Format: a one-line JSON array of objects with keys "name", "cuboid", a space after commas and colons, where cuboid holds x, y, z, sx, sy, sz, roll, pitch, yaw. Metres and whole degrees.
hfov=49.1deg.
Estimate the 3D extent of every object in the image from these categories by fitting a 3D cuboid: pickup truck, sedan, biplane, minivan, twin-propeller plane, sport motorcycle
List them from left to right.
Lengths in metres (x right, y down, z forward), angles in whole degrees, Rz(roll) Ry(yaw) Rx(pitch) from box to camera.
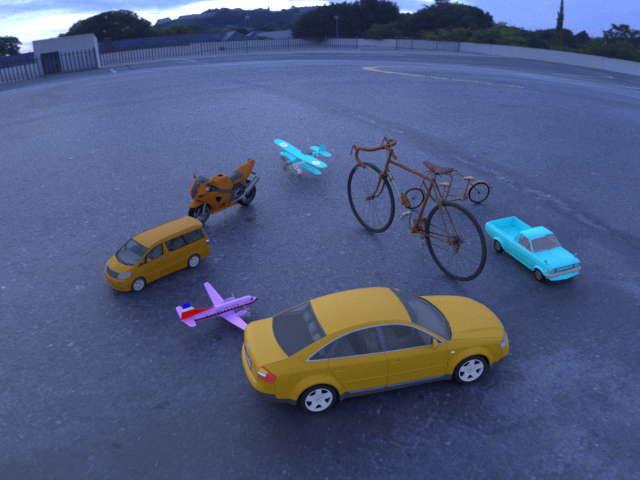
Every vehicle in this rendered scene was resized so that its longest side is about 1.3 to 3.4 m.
[{"name": "minivan", "cuboid": [-2.357, 0.186, 10.097, 1.548, 0.616, 0.681, -25, 37, -39]}, {"name": "twin-propeller plane", "cuboid": [-1.287, 0.856, 9.053, 1.095, 0.407, 1.370, -16, 32, -28]}, {"name": "sport motorcycle", "cuboid": [-1.629, -0.813, 11.765, 0.506, 0.821, 1.520, 22, 35, 35]}, {"name": "biplane", "cuboid": [-0.271, -1.589, 13.571, 1.336, 0.504, 1.090, 24, 36, 38]}, {"name": "sedan", "cuboid": [0.673, 1.097, 8.028, 3.137, 0.940, 1.235, -7, 29, -14]}, {"name": "pickup truck", "cuboid": [3.149, 0.063, 10.442, 0.640, 0.511, 1.603, -11, 30, -21]}]

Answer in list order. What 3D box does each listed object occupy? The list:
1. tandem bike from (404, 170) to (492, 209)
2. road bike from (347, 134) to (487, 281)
[{"name": "tandem bike", "cuboid": [2.212, -0.893, 12.067, 1.642, 0.682, 0.283, -6, 28, -11]}, {"name": "road bike", "cuboid": [1.344, -0.540, 10.358, 0.696, 1.656, 3.004, -19, 33, -31]}]
